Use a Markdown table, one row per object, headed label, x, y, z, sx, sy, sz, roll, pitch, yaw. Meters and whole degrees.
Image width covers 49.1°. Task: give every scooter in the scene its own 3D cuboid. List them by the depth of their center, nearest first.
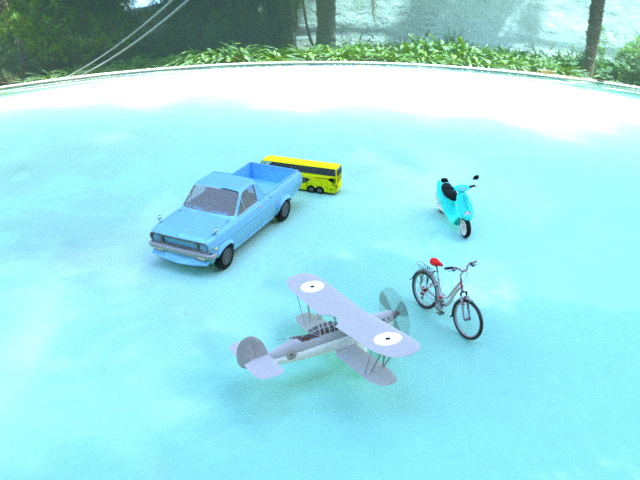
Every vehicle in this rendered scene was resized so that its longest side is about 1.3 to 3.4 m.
| label | x | y | z | sx | sy | sz | roll | pitch | yaw |
| --- | --- | --- | --- | --- | --- | --- | --- | --- | --- |
| scooter | 2.245 | -0.693 | 11.710 | 0.662 | 0.919 | 1.399 | -6 | 28 | -11 |

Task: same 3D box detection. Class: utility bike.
| label | x | y | z | sx | sy | sz | roll | pitch | yaw |
| --- | --- | --- | --- | --- | --- | --- | --- | --- | --- |
| utility bike | 1.675 | 0.631 | 9.103 | 0.535 | 0.946 | 1.435 | -16 | 31 | -28 |

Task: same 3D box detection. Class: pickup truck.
| label | x | y | z | sx | sy | sz | roll | pitch | yaw |
| --- | --- | --- | --- | --- | --- | --- | --- | --- | --- |
| pickup truck | -1.439 | -0.584 | 11.416 | 1.244 | 0.993 | 3.117 | 12 | 30 | 22 |

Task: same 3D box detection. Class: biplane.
| label | x | y | z | sx | sy | sz | roll | pitch | yaw |
| --- | --- | --- | --- | --- | --- | --- | --- | --- | --- |
| biplane | 0.017 | 1.126 | 8.103 | 2.120 | 0.981 | 2.598 | -14 | 30 | -25 |

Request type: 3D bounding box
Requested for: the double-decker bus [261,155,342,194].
| label | x | y | z | sx | sy | sz | roll | pitch | yaw |
| --- | --- | --- | --- | --- | --- | --- | --- | --- | --- |
| double-decker bus | -0.414 | -1.241 | 13.189 | 1.672 | 0.541 | 0.389 | 9 | 29 | 17 |
